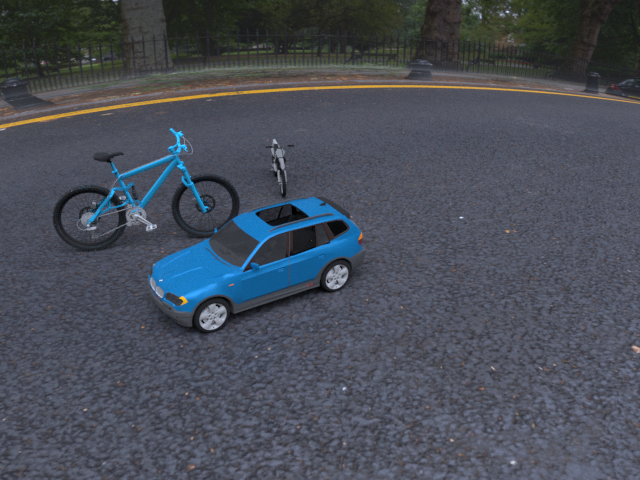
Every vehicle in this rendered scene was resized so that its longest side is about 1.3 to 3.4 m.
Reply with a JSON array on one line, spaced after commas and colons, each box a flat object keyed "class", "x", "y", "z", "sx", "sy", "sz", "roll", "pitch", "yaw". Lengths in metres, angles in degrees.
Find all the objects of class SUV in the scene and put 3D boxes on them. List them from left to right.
[{"class": "SUV", "x": -0.830, "y": 0.215, "z": 9.617, "sx": 3.058, "sy": 1.128, "sz": 1.276, "roll": -16, "pitch": 31, "yaw": -28}]

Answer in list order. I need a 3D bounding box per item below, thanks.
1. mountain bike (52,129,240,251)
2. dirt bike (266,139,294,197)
[{"class": "mountain bike", "x": -2.670, "y": -0.704, "z": 10.810, "sx": 2.857, "sy": 1.688, "sz": 1.114, "roll": -7, "pitch": 28, "yaw": -14}, {"class": "dirt bike", "x": -0.765, "y": -1.424, "z": 13.146, "sx": 0.527, "sy": 0.857, "sz": 1.493, "roll": -5, "pitch": 27, "yaw": -9}]
